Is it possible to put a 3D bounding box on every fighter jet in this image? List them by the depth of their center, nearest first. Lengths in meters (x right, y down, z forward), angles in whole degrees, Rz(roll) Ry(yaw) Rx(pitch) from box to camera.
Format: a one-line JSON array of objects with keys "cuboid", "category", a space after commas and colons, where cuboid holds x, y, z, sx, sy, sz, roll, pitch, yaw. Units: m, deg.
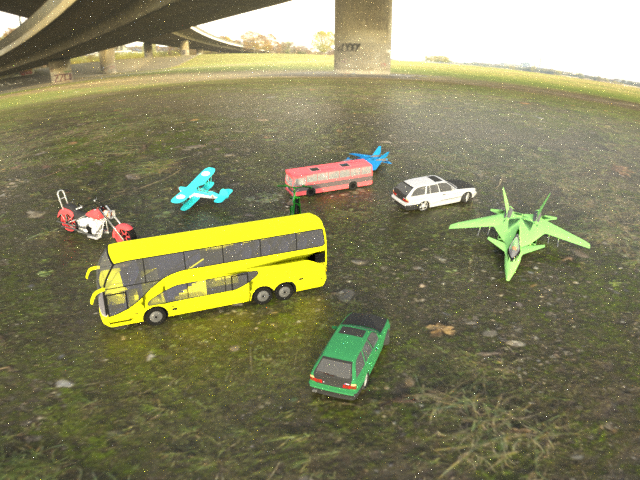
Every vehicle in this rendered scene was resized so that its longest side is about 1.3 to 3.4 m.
[{"cuboid": [3.165, -0.103, 11.208, 2.229, 0.557, 2.640, 9, 27, 18], "category": "fighter jet"}, {"cuboid": [0.793, -1.717, 14.843, 1.358, 0.286, 1.147, -10, 28, -20], "category": "fighter jet"}]

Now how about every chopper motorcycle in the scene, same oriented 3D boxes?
[{"cuboid": [-3.687, -0.348, 11.479, 1.563, 0.761, 0.466, 12, 28, 23], "category": "chopper motorcycle"}]

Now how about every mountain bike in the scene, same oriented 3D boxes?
[{"cuboid": [-0.446, -0.385, 11.433, 0.573, 0.868, 1.469, 3, 26, 5], "category": "mountain bike"}]

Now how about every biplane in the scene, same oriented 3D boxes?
[{"cuboid": [-2.159, -0.854, 12.815, 1.090, 0.504, 1.336, 10, 28, 20], "category": "biplane"}]

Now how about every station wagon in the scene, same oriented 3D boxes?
[{"cuboid": [0.398, 1.282, 8.448, 0.682, 0.473, 1.597, 9, 27, 18], "category": "station wagon"}, {"cuboid": [2.142, -0.928, 13.004, 1.597, 0.473, 0.682, -11, 28, -22], "category": "station wagon"}]

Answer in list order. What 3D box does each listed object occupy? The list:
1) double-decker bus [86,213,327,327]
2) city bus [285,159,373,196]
[{"cuboid": [-1.491, 0.399, 9.605, 3.251, 1.052, 0.756, -10, 28, -19], "category": "double-decker bus"}, {"cuboid": [0.179, -1.195, 13.569, 1.674, 0.460, 0.476, -10, 28, -20], "category": "city bus"}]
